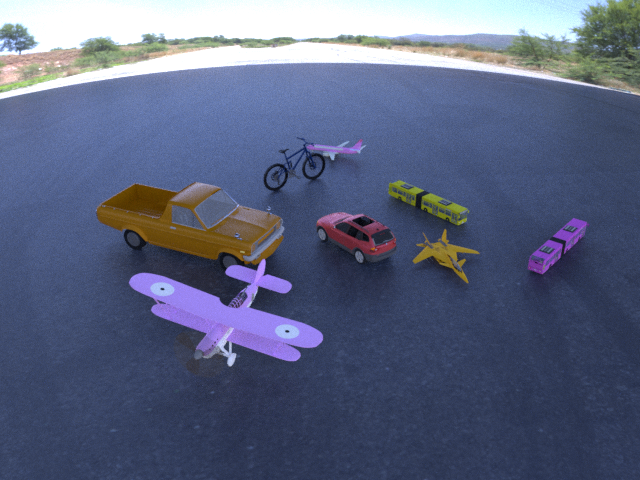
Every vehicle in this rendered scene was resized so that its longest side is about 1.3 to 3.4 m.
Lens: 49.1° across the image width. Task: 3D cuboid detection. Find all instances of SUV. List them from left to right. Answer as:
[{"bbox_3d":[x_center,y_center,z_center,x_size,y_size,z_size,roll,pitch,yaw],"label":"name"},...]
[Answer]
[{"bbox_3d":[0.590,-0.136,11.635,0.656,0.580,1.572,-21,35,-33],"label":"SUV"}]

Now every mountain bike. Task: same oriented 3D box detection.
[{"bbox_3d":[-0.490,-1.487,13.791,1.469,0.868,0.573,-19,34,-31],"label":"mountain bike"}]

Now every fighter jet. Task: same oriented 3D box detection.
[{"bbox_3d":[2.076,0.267,11.208,1.147,0.286,1.358,-8,30,-14],"label":"fighter jet"}]

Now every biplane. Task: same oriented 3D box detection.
[{"bbox_3d":[-1.105,0.965,9.221,2.598,0.981,2.120,9,30,16],"label":"biplane"}]

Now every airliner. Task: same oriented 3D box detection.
[{"bbox_3d":[0.318,-2.064,15.295,1.307,0.429,1.161,9,30,16],"label":"airliner"}]

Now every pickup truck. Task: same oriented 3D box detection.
[{"bbox_3d":[-2.173,-0.374,11.641,3.117,0.993,1.244,13,31,22],"label":"pickup truck"}]

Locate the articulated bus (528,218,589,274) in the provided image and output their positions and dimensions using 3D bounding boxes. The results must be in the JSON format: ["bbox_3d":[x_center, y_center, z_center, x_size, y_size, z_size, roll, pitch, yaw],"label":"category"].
[{"bbox_3d":[3.937,0.083,11.540,0.311,0.289,1.749,22,36,34],"label":"articulated bus"}]

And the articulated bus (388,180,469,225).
[{"bbox_3d":[1.982,-0.710,12.981,0.311,0.289,1.749,-23,36,-35],"label":"articulated bus"}]
